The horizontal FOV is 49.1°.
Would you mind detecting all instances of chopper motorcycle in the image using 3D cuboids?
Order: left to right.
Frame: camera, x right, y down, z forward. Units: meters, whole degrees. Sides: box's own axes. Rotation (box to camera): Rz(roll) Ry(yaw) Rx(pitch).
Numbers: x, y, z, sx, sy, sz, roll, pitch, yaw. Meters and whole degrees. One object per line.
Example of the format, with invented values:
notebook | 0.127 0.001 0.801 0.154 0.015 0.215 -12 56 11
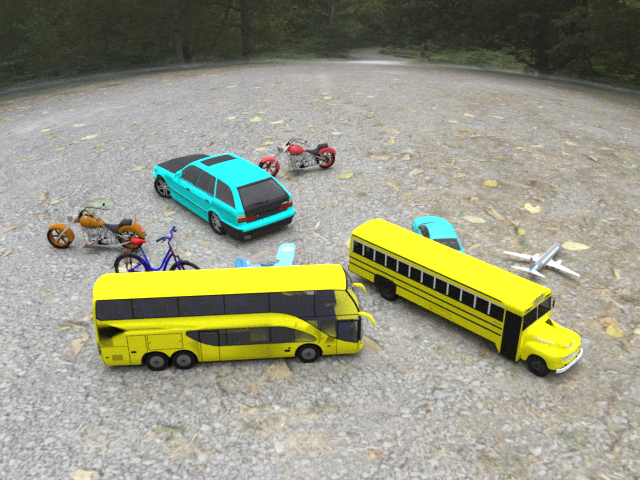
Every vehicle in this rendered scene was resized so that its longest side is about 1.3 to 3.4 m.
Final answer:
chopper motorcycle | -3.462 -0.197 10.778 1.563 0.761 0.466 3 28 5
chopper motorcycle | -0.428 -1.654 13.537 1.563 0.761 0.466 -10 29 -18

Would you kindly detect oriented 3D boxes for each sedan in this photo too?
sedan | 1.813 -0.021 10.744 0.635 0.483 1.613 -2 28 -4

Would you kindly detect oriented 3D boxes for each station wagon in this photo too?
station wagon | -1.764 -0.982 12.095 1.327 0.920 3.105 -21 34 -34

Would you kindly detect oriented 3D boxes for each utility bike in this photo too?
utility bike | -2.240 0.281 9.677 1.435 0.946 0.535 7 29 13

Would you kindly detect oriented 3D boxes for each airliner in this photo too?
airliner | 3.338 0.207 10.370 1.161 0.429 1.307 20 34 33

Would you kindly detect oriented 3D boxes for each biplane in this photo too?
biplane | -0.666 0.395 9.933 1.090 0.504 1.336 1 28 2

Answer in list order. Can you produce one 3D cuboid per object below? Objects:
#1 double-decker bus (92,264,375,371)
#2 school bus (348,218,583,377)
double-decker bus | -1.004 0.901 8.389 3.251 1.052 0.756 -2 28 -4
school bus | 1.793 0.656 9.075 0.709 0.844 3.322 -25 37 -38
